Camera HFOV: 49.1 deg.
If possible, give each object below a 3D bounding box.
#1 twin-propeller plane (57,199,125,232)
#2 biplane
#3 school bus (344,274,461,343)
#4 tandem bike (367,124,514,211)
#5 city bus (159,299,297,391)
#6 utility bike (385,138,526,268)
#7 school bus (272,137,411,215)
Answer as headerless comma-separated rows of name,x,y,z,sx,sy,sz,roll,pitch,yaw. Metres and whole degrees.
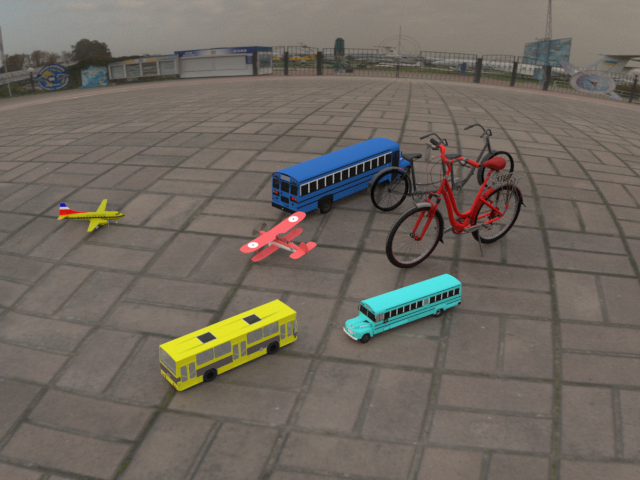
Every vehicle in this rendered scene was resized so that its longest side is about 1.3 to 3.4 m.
twin-propeller plane,-3.887,-0.457,11.925,1.095,0.407,1.370,-2,26,-4
biplane,-0.590,0.047,10.770,1.090,0.504,1.336,21,33,37
school bus,1.086,0.878,9.130,1.708,0.434,0.365,-15,30,-28
tandem bike,2.262,-1.333,12.685,3.192,1.326,0.550,-12,28,-23
city bus,-1.055,1.244,8.342,1.674,0.460,0.476,-19,32,-34
utility bike,2.198,-0.556,10.485,2.791,1.839,1.039,-15,30,-28
school bus,0.533,-1.245,13.056,0.709,0.844,3.322,23,34,39
